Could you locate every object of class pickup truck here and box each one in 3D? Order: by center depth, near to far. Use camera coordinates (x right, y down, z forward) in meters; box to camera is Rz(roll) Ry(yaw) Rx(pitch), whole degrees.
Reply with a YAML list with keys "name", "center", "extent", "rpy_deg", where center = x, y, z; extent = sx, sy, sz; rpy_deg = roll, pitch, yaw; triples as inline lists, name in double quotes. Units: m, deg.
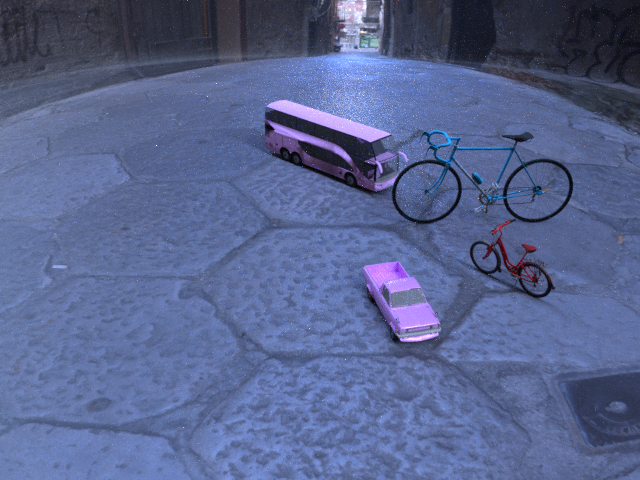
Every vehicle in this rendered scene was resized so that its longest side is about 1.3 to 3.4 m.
- name: "pickup truck"
  center: [1.068, 0.756, 9.416]
  extent: [0.640, 0.511, 1.603]
  rpy_deg: [-7, 29, -12]

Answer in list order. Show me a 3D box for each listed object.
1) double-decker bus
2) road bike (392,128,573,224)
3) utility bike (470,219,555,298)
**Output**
- name: "double-decker bus"
  center: [0.197, -1.853, 13.618]
  extent: [3.251, 1.052, 0.756]
  rpy_deg: [26, 38, 38]
- name: "road bike"
  center: [2.687, -1.014, 11.457]
  extent: [3.004, 1.656, 0.697]
  rpy_deg: [-1, 29, -1]
- name: "utility bike"
  center: [2.681, 0.256, 9.875]
  extent: [0.535, 0.946, 1.435]
  rpy_deg: [-23, 36, -36]
